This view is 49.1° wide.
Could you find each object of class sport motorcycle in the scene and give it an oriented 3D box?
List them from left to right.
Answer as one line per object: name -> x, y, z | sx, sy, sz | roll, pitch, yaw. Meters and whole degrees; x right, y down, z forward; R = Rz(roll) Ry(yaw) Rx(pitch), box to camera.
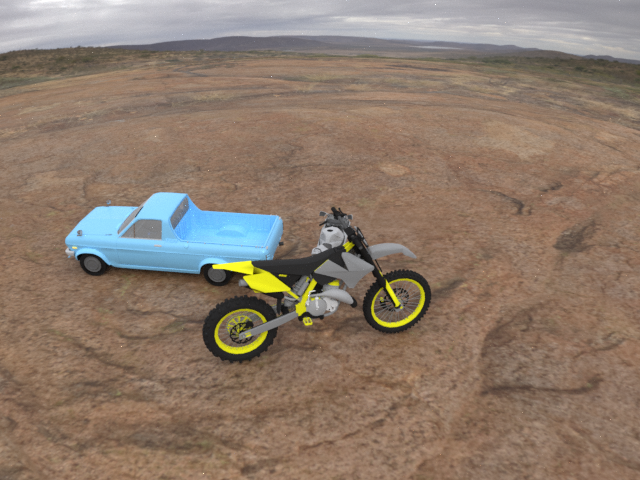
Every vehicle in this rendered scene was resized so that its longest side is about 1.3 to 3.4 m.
sport motorcycle -> 0.136, 0.146, 10.091 | 0.506, 0.821, 1.520 | 7, 29, 13

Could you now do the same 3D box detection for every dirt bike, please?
dirt bike -> 0.013, 0.587, 8.398 | 2.903, 1.666, 1.024 | -8, 30, -14

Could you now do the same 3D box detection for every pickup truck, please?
pickup truck -> -2.135, -0.101, 10.365 | 3.117, 0.993, 1.244 | 4, 29, 7
